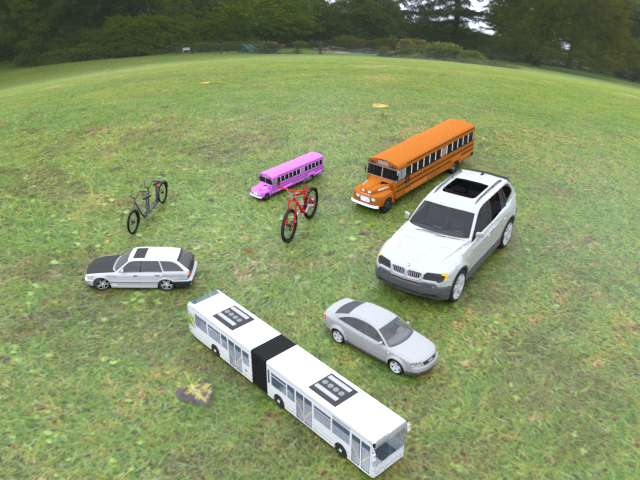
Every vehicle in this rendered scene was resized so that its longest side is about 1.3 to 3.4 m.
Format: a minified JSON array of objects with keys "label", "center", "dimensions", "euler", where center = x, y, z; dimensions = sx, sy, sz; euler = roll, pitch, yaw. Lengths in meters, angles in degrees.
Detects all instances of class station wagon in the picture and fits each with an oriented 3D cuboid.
[{"label":"station wagon","center":[-2.642,0.390,10.309],"dimensions":[1.597,0.473,0.682],"euler":[0,29,0]}]

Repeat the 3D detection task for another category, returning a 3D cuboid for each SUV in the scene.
[{"label":"SUV","center":[2.010,-0.184,10.674],"dimensions":[1.276,1.128,3.058],"euler":[18,34,29]}]

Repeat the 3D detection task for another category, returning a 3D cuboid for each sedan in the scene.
[{"label":"sedan","center":[0.760,1.167,8.888],"dimensions":[1.613,0.483,0.635],"euler":[24,37,36]}]

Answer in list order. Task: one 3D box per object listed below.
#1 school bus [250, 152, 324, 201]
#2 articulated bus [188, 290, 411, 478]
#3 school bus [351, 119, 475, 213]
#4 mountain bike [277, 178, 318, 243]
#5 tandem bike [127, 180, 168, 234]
[{"label":"school bus","center":[-0.618,-1.218,13.271],"dimensions":[0.365,0.434,1.708],"euler":[24,37,36]},{"label":"articulated bus","center":[-0.405,1.537,8.135],"dimensions":[0.605,0.561,3.401],"euler":[-24,37,-36]},{"label":"school bus","center":[1.820,-1.457,13.281],"dimensions":[0.709,0.844,3.322],"euler":[22,36,34]},{"label":"mountain bike","center":[-0.329,-0.571,11.646],"dimensions":[0.573,0.868,1.469],"euler":[11,31,19]},{"label":"tandem bike","center":[-2.969,-0.707,12.086],"dimensions":[0.283,0.682,1.642],"euler":[6,29,11]}]
